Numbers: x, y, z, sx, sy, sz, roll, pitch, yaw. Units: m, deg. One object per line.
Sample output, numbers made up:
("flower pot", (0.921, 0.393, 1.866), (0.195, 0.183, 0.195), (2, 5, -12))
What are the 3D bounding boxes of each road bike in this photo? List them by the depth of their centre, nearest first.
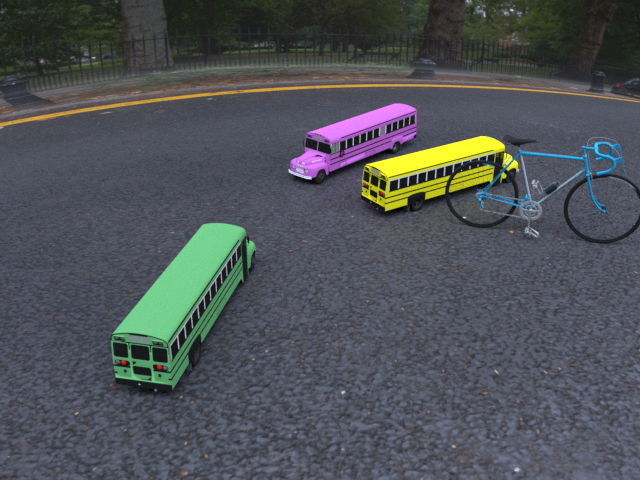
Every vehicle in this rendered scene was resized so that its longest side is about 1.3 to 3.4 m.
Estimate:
("road bike", (3.466, -0.822, 10.861), (3.004, 1.656, 0.696), (8, 28, 16))

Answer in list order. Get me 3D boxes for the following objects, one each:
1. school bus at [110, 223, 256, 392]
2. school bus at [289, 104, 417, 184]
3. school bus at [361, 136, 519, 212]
("school bus", (-1.562, 0.633, 8.880), (0.709, 0.844, 3.322), (5, 27, 10))
("school bus", (0.711, -1.981, 14.053), (0.709, 0.844, 3.322), (23, 34, 37))
("school bus", (2.266, -1.228, 12.564), (3.322, 0.844, 0.709), (-17, 31, -30))
